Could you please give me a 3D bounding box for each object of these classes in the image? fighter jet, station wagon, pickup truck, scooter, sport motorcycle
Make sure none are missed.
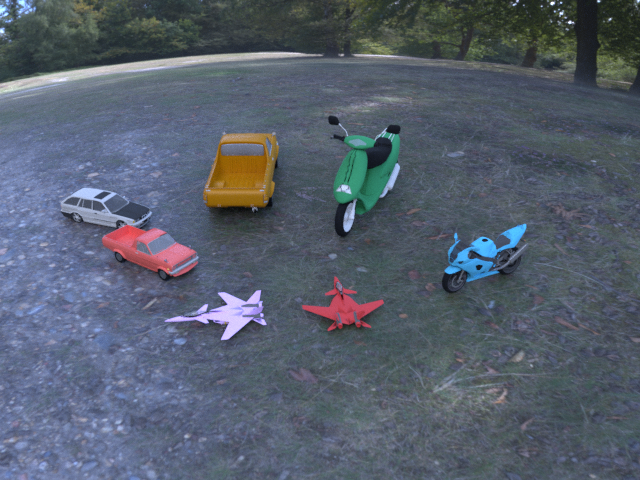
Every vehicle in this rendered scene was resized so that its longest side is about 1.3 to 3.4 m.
[{"bbox_3d":[-1.435,0.971,9.530,1.358,0.286,1.147,-4,29,-8],"label":"fighter jet"},{"bbox_3d":[0.311,0.789,9.869,1.147,0.286,1.358,-3,28,-6],"label":"fighter jet"},{"bbox_3d":[-3.722,-0.564,12.190,1.597,0.473,0.682,10,30,19],"label":"station wagon"},{"bbox_3d":[-1.443,-1.430,13.254,1.244,0.993,3.117,0,28,0],"label":"pickup truck"},{"bbox_3d":[0.847,-1.322,12.214,1.288,1.786,2.721,12,31,22],"label":"scooter"},{"bbox_3d":[-2.655,0.116,10.885,1.603,0.511,0.640,18,33,30],"label":"pickup truck"},{"bbox_3d":[2.416,0.263,10.283,1.520,0.821,0.506,-16,32,-27],"label":"sport motorcycle"}]
